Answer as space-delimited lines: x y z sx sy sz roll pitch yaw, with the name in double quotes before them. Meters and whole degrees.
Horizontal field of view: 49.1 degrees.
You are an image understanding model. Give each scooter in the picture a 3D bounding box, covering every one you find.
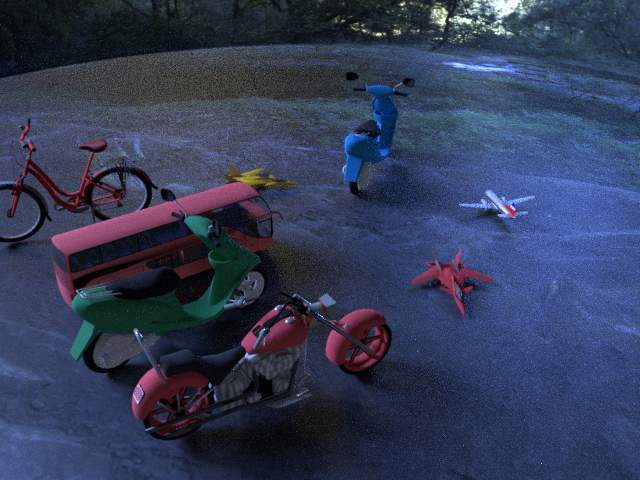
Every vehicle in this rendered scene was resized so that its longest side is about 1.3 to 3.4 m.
"scooter" 0.972 -2.040 12.750 1.288 1.786 2.721 10 32 17
"scooter" -1.753 0.465 8.420 2.721 1.786 1.288 -23 37 -34

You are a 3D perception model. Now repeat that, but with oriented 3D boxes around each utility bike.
"utility bike" -3.877 -0.863 10.663 2.791 1.839 1.039 -12 32 -20

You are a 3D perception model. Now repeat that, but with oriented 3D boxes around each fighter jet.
"fighter jet" -1.041 -1.115 12.648 1.358 0.286 1.147 3 30 5
"fighter jet" 1.875 0.576 9.727 1.147 0.286 1.358 -1 30 -2

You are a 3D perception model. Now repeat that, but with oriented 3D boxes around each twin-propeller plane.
"twin-propeller plane" 3.009 -0.642 11.710 1.370 0.407 1.095 -6 31 -11

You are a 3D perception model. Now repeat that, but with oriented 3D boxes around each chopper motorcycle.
"chopper motorcycle" -0.526 1.169 7.510 3.040 1.480 0.906 -16 34 -25

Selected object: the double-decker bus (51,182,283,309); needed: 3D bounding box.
"double-decker bus" -2.070 0.029 9.907 3.251 1.052 0.756 -20 36 -31
